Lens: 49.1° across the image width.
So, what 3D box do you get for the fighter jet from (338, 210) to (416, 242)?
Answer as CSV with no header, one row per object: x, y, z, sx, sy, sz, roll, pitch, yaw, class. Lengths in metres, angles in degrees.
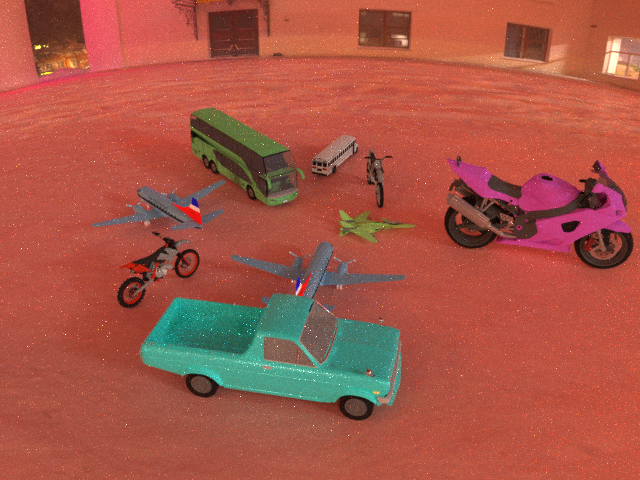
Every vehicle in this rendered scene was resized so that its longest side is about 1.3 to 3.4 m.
0.994,-0.303,12.039,1.358,0.286,1.147,-1,29,-2,fighter jet

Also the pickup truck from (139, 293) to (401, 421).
-0.559,1.261,8.524,3.117,0.993,1.244,6,30,11,pickup truck

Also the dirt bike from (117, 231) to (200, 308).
-2.358,0.384,10.228,0.527,0.857,1.493,22,36,34,dirt bike

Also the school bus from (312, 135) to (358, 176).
0.347,-1.785,14.534,0.365,0.434,1.708,13,32,22,school bus

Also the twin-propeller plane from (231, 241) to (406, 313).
-0.096,0.436,10.202,2.663,0.792,2.129,6,30,11,twin-propeller plane

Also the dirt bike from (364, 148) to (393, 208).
1.045,-1.234,13.117,0.527,0.857,1.493,-3,29,-5,dirt bike

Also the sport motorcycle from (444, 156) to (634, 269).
3.385,-0.434,10.933,2.955,1.596,0.983,10,31,17,sport motorcycle

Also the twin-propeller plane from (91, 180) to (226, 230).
-2.637,-0.652,12.146,2.663,0.792,2.129,-24,37,-36,twin-propeller plane

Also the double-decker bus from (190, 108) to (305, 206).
-1.526,-1.647,13.654,0.756,1.052,3.251,-19,35,-30,double-decker bus
